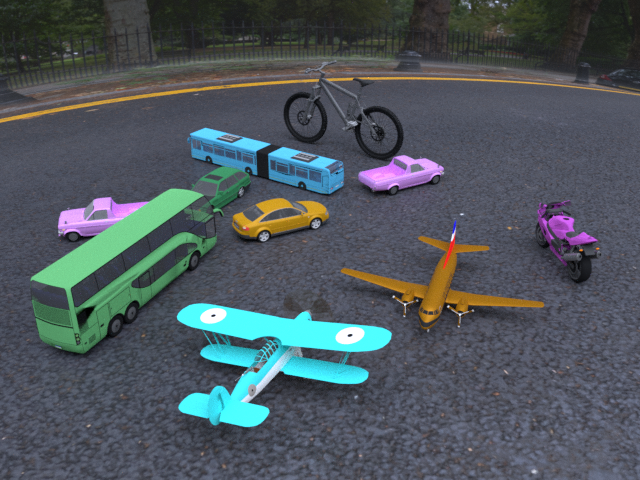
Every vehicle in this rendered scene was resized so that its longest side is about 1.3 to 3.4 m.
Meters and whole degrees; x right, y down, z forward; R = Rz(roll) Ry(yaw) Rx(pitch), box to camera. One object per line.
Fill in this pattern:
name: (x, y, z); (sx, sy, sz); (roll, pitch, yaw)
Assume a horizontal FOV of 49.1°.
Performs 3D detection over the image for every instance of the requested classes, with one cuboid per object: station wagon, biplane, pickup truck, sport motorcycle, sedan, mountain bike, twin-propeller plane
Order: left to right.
pickup truck: (-3.366, -0.380, 11.204); (1.603, 0.511, 0.640); (-6, 28, -12)
station wagon: (-1.852, -0.862, 12.158); (0.682, 0.473, 1.597); (14, 31, 24)
biplane: (-0.606, 1.305, 7.505); (2.598, 0.981, 2.120); (13, 30, 23)
sedan: (-0.616, -0.396, 11.265); (1.613, 0.483, 0.635); (-14, 31, -25)
mountain bike: (0.429, -2.618, 14.187); (2.857, 1.688, 1.114); (17, 32, 29)
pickup truck: (1.499, -1.233, 12.822); (1.603, 0.511, 0.640); (-15, 31, -27)
twin-propeller plane: (1.610, 0.476, 9.280); (2.663, 0.792, 2.129); (9, 29, 17)
sport motorcycle: (3.549, -0.021, 10.190); (0.506, 0.821, 1.520); (-5, 28, -10)

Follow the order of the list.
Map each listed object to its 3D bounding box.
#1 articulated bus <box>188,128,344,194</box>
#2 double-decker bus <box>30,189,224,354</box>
articulated bus: (-1.095, -1.536, 13.343); (3.401, 0.561, 0.605); (18, 33, 30)
double-decker bus: (-2.449, 0.262, 9.407); (0.756, 1.052, 3.251); (12, 30, 21)
